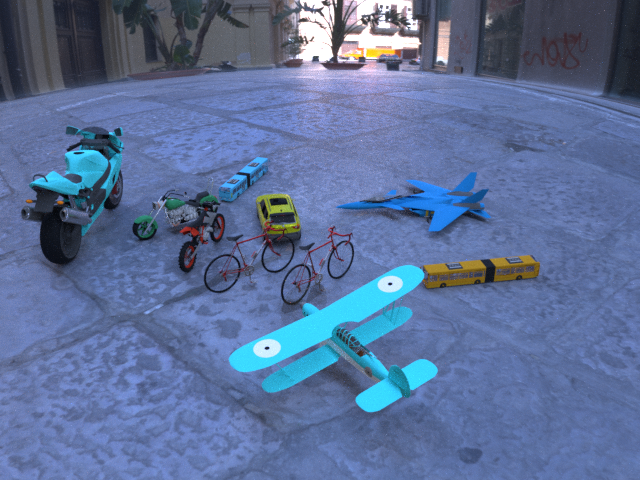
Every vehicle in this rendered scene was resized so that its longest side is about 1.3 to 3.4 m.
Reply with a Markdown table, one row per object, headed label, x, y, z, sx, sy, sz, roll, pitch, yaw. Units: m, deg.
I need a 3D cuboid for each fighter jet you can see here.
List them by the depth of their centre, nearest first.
| label | x | y | z | sx | sy | sz | roll | pitch | yaw |
| --- | --- | --- | --- | --- | --- | --- | --- | --- | --- |
| fighter jet | 1.587 | -0.764 | 12.338 | 2.640 | 0.557 | 2.229 | -2 | 27 | -3 |

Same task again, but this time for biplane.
| label | x | y | z | sx | sy | sz | roll | pitch | yaw |
| --- | --- | --- | --- | --- | --- | --- | --- | --- | --- |
| biplane | 0.311 | 1.228 | 7.945 | 2.598 | 0.981 | 2.120 | -17 | 31 | -29 |

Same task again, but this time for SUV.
| label | x | y | z | sx | sy | sz | roll | pitch | yaw |
| --- | --- | --- | --- | --- | --- | --- | --- | --- | --- |
| SUV | -0.709 | -0.467 | 11.727 | 0.656 | 0.580 | 1.572 | -5 | 27 | -9 |

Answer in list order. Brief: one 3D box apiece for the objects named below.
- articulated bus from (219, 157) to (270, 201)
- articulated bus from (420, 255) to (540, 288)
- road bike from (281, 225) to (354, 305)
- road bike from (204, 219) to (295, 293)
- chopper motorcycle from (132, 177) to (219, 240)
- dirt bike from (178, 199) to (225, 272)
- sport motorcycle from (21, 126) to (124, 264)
| label | x | y | z | sx | sy | sz | roll | pitch | yaw |
| --- | --- | --- | --- | --- | --- | --- | --- | --- | --- |
| articulated bus | -1.438 | -1.184 | 13.463 | 0.311 | 0.289 | 1.749 | 9 | 28 | 17 |
| articulated bus | 2.342 | 0.458 | 10.226 | 1.749 | 0.289 | 0.311 | -5 | 27 | -10 |
| road bike | -0.009 | 0.336 | 9.845 | 0.358 | 0.852 | 1.545 | 22 | 34 | 36 |
| road bike | -0.994 | 0.229 | 10.056 | 1.545 | 0.852 | 0.358 | -19 | 33 | -33 |
| chopper motorcycle | -2.393 | -0.529 | 11.649 | 1.563 | 0.761 | 0.466 | -20 | 33 | -34 |
| dirt bike | -1.821 | -0.148 | 10.792 | 0.527 | 0.857 | 1.493 | 8 | 28 | 16 |
| sport motorcycle | -3.828 | -0.827 | 11.315 | 0.983 | 1.596 | 2.955 | 3 | 27 | 5 |
